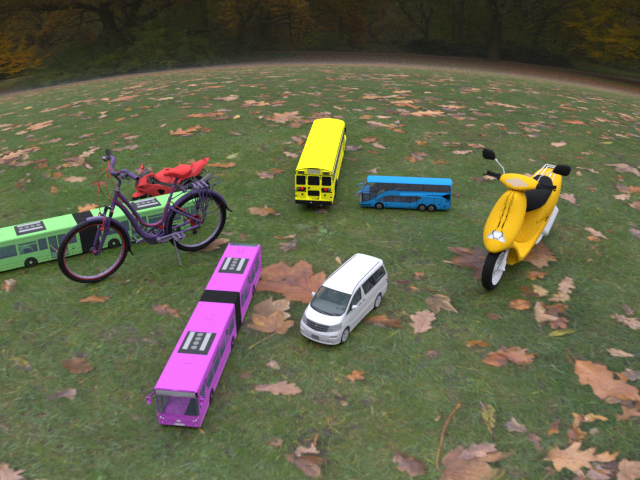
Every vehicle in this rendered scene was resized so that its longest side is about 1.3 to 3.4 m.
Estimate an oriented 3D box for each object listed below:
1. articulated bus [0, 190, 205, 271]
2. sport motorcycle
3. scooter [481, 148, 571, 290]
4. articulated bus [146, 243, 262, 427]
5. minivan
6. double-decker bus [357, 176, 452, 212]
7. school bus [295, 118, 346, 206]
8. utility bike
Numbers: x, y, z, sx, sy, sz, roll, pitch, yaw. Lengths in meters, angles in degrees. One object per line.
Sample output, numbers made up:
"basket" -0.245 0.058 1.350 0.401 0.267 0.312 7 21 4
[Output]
"articulated bus" -3.542 -0.177 11.191 3.401 0.561 0.605 -15 31 -25
"sport motorcycle" -2.636 -0.969 12.416 1.520 0.821 0.506 -18 32 -30
"scooter" 3.067 -0.501 10.493 1.288 1.786 2.721 18 33 30
"articulated bus" -1.314 1.035 8.891 0.605 0.561 3.401 3 28 6
"minivan" 0.334 0.770 9.336 0.681 0.616 1.548 15 32 27
"double-decker bus" 1.502 -0.835 12.462 1.672 0.541 0.389 3 28 5
"school bus" 0.068 -1.615 13.617 0.709 0.844 3.322 3 28 6
"utility bike" -2.468 -0.388 10.222 2.791 1.839 1.039 -19 33 -32
